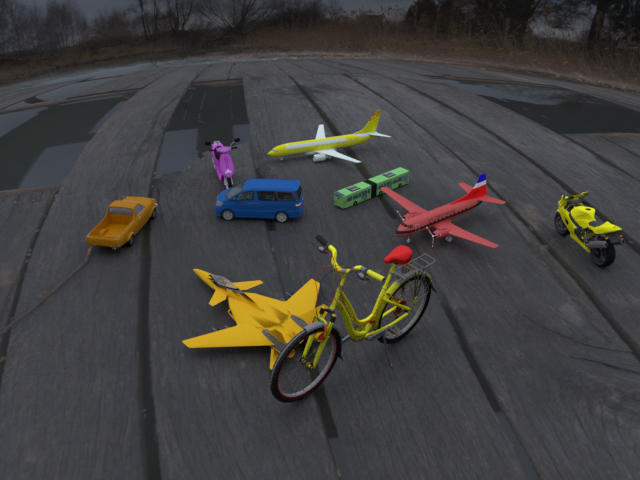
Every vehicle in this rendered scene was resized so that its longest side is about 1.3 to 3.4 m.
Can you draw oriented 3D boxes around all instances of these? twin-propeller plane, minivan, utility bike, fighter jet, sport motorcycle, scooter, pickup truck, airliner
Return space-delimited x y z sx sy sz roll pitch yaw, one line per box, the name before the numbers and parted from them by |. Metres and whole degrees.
twin-propeller plane | 2.062 -0.522 11.683 2.129 0.792 2.663 -20 35 -31
minivan | -1.068 -0.720 12.214 1.548 0.616 0.681 2 29 4
utility bike | 0.564 0.819 8.236 2.791 1.839 1.039 -24 37 -36
fighter jet | -1.022 0.772 9.625 2.229 0.557 2.640 -24 37 -36
sport motorcycle | 4.204 -0.201 11.084 0.506 0.821 1.520 -8 30 -14
scooter | -1.860 -1.539 13.360 0.662 0.919 1.399 -9 31 -15
pickup truck | -3.276 -0.347 11.658 0.640 0.511 1.603 5 30 9
airliner | 0.131 -2.169 14.564 2.541 0.835 2.257 -10 31 -17

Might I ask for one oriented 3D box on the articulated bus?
articulated bus | 0.989 -0.979 13.006 1.749 0.289 0.311 -23 37 -35
